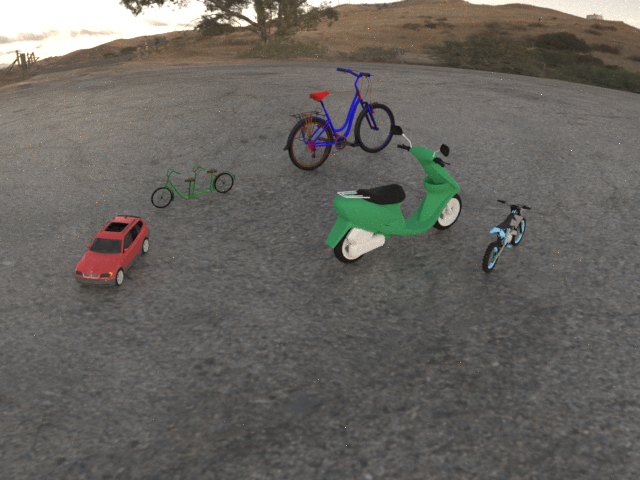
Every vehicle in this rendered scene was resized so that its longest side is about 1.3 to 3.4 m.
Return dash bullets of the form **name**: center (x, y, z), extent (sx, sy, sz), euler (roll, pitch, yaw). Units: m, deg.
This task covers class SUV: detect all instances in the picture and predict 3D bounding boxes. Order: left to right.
- **SUV**: center (-3.085, 0.134, 10.460), extent (0.656, 0.580, 1.572), euler (4, 28, 8)

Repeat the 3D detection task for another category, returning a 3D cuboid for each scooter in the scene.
- **scooter**: center (1.239, -0.702, 10.750), extent (2.721, 1.786, 1.288), euler (-18, 33, -31)

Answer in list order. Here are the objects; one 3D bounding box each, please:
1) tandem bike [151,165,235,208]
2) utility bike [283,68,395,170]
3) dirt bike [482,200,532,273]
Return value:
- **tandem bike**: center (-2.257, -1.023, 12.538), extent (1.642, 0.682, 0.283), euler (-17, 32, -29)
- **utility bike**: center (0.380, -2.479, 14.053), extent (2.791, 1.839, 1.039), euler (-18, 33, -31)
- **dirt bike**: center (2.828, -0.112, 10.628), extent (0.527, 0.857, 1.493), euler (19, 33, 32)
